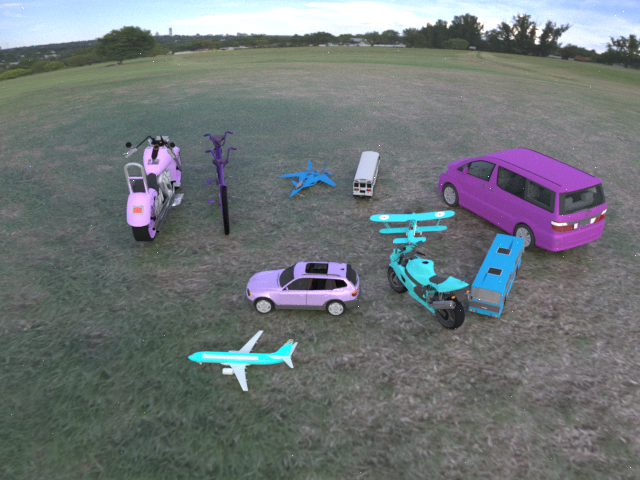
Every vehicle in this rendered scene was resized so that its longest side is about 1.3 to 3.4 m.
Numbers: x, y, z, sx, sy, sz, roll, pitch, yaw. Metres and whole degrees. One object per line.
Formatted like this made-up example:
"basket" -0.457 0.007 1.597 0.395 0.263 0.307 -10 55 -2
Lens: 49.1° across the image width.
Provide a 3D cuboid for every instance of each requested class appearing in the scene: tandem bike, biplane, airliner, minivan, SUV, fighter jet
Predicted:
"tandem bike" -1.740 -1.251 12.265 0.550 1.326 3.192 -5 28 -9
"biplane" 1.437 -0.187 11.134 1.336 0.504 1.090 5 28 10
"airliner" -0.938 1.334 8.344 1.307 0.429 1.161 2 28 4
"minivan" 3.253 -0.858 11.660 1.324 1.197 3.011 -15 31 -26
"SUV" -0.226 0.615 9.539 1.572 0.580 0.656 2 28 3
"fighter jet" -0.277 -1.142 13.170 1.147 0.286 1.358 12 30 21

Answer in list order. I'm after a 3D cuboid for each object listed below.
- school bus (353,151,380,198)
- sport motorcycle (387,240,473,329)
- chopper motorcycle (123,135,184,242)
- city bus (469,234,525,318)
"school bus" 0.898 -1.279 13.270 0.365 0.434 1.708 4 28 8
"sport motorcycle" 1.406 0.578 9.352 0.506 0.821 1.520 -17 32 -29
"chopper motorcycle" -2.759 -1.121 11.855 0.906 1.480 3.040 0 28 0
"city bus" 2.513 0.492 9.900 0.476 0.460 1.674 12 30 21
